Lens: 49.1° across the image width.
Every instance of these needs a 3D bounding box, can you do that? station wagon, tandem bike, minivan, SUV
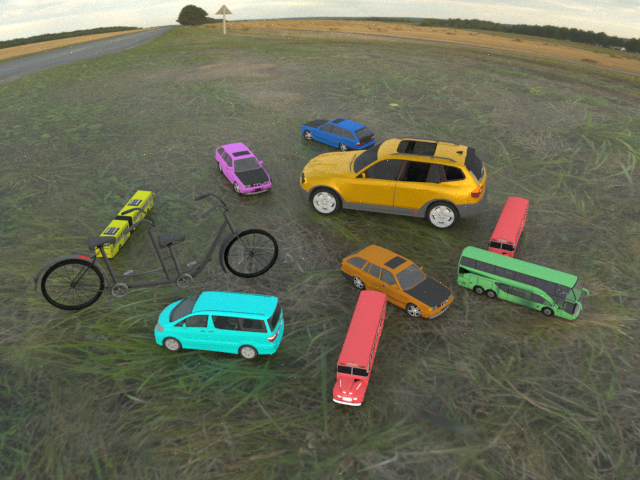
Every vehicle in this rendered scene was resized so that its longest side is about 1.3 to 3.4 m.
[{"bbox_3d":[1.028,0.510,9.389,1.597,0.473,0.682,26,39,37],"label":"station wagon"},{"bbox_3d":[-2.089,0.154,9.152,3.192,1.326,0.550,-10,32,-16],"label":"tandem bike"},{"bbox_3d":[-1.231,0.978,8.451,1.548,0.616,0.681,5,31,8],"label":"minivan"},{"bbox_3d":[1.184,-1.043,11.387,3.058,1.128,1.276,8,31,13],"label":"SUV"},{"bbox_3d":[-1.383,-1.316,12.498,0.682,0.473,1.597,-13,33,-21],"label":"station wagon"},{"bbox_3d":[0.335,-2.162,13.940,1.597,0.473,0.682,24,38,35],"label":"station wagon"}]

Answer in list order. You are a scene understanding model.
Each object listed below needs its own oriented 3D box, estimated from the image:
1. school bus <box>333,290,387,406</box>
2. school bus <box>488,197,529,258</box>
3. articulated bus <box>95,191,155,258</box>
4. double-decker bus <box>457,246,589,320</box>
[{"bbox_3d":[0.482,1.234,8.194,0.365,0.434,1.708,7,31,11],"label":"school bus"},{"bbox_3d":[2.801,-0.097,10.461,0.365,0.434,1.708,12,32,20],"label":"school bus"},{"bbox_3d":[-3.020,-0.275,10.908,0.311,0.289,1.749,4,31,7],"label":"articulated bus"},{"bbox_3d":[2.643,0.568,9.223,1.672,0.541,0.389,17,35,27],"label":"double-decker bus"}]
